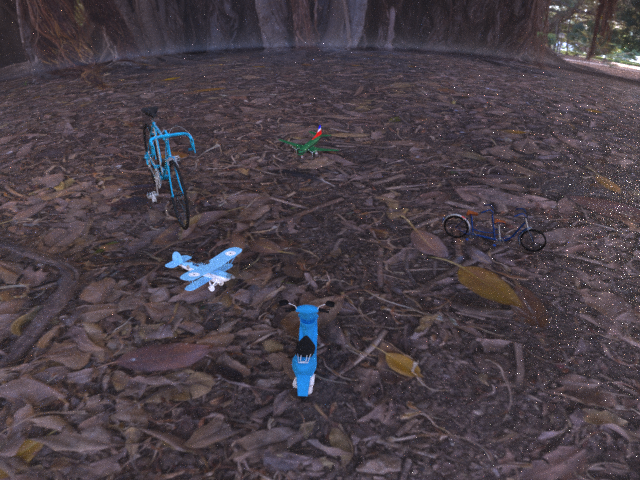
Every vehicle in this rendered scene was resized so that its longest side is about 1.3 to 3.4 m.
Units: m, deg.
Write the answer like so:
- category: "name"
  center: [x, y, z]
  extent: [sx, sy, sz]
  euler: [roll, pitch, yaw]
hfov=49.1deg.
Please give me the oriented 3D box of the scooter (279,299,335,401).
- category: "scooter"
  center: [-0.162, 1.191, 8.324]
  extent: [0.662, 0.919, 1.399]
  euler: [1, 30, 2]

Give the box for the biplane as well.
- category: "biplane"
  center: [-1.670, 0.415, 10.079]
  extent: [1.090, 0.504, 1.336]
  euler: [14, 33, 23]

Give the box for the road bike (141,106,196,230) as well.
- category: "road bike"
  center: [-2.696, -1.364, 12.006]
  extent: [0.696, 1.656, 3.004]
  euler: [-13, 32, -21]

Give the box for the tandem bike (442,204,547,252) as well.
- category: "tandem bike"
  center: [2.736, -0.226, 11.011]
  extent: [1.642, 0.682, 0.283]
  euler: [11, 32, 19]

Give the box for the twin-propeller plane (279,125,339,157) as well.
- category: "twin-propeller plane"
  center: [-0.198, -2.016, 14.380]
  extent: [1.370, 0.407, 1.095]
  euler: [13, 33, 21]
